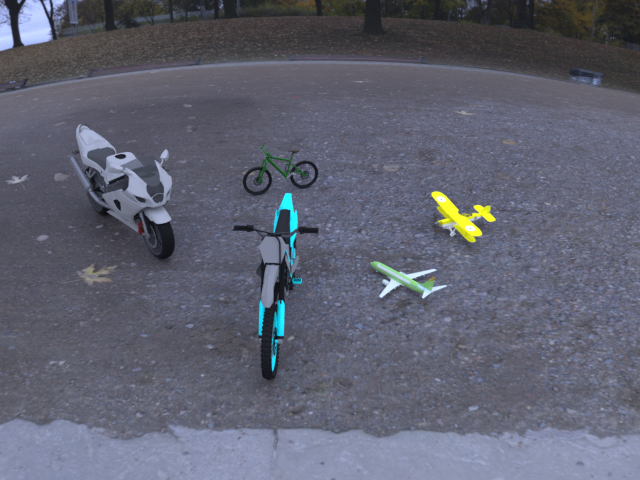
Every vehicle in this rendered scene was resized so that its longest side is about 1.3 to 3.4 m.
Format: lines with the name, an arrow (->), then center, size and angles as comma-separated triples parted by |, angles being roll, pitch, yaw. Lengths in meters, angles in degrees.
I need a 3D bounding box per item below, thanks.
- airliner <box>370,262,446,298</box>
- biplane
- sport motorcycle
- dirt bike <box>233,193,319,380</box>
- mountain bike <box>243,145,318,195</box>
airliner -> 1.193, 0.484, 10.214 | 1.161, 0.429, 1.307 | -22, 35, -34
biplane -> 2.388, -0.348, 11.665 | 1.090, 0.504, 1.336 | -12, 31, -21
sport motorcycle -> -3.200, -0.830, 11.409 | 0.983, 1.596, 2.955 | -22, 35, -34
dirt bike -> -0.510, 0.411, 9.055 | 1.024, 1.666, 2.903 | 2, 29, 3
mountain bike -> -0.730, -1.304, 13.041 | 1.469, 0.868, 0.573 | -10, 30, -17
